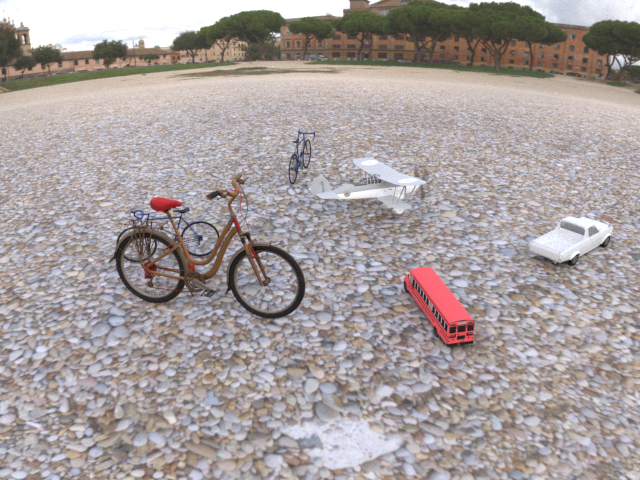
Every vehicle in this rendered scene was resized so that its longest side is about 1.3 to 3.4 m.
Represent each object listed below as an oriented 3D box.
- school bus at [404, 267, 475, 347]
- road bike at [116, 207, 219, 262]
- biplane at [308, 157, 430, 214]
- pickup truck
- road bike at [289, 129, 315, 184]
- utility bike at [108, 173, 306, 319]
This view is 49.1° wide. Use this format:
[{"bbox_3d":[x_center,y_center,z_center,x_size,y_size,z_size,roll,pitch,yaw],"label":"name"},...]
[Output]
[{"bbox_3d":[1.522,0.807,9.227,0.365,0.434,1.708,-6,26,-12],"label":"school bus"},{"bbox_3d":[-2.306,-0.089,10.619,1.545,0.852,0.358,-5,26,-11],"label":"road bike"},{"bbox_3d":[0.854,-0.912,12.193,2.120,0.981,2.598,-8,27,-16],"label":"biplane"},{"bbox_3d":[3.941,-0.048,10.927,1.603,0.511,0.640,-21,32,-37],"label":"pickup truck"},{"bbox_3d":[-0.393,-1.694,13.978,0.358,0.852,1.545,7,26,13],"label":"road bike"},{"bbox_3d":[-1.509,0.047,9.188,2.791,1.839,1.039,6,26,13],"label":"utility bike"}]
